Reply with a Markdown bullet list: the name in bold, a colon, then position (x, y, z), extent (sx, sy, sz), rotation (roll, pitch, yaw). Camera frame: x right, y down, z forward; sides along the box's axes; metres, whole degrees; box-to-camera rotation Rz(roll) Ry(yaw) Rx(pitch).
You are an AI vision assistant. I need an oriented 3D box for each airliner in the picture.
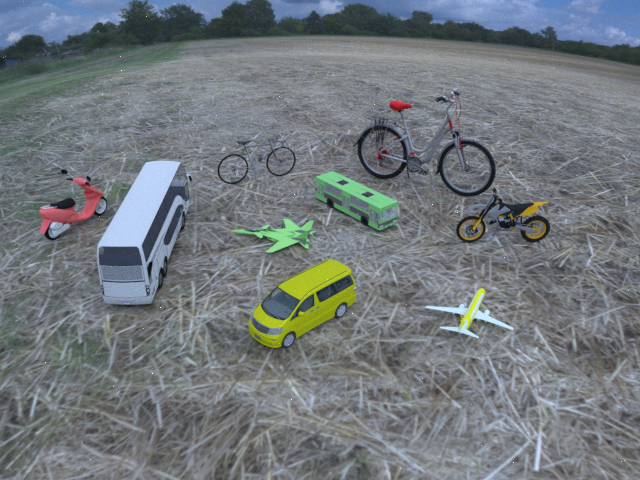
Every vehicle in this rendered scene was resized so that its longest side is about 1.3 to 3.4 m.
- **airliner**: position (2.013, 0.871, 9.255), extent (1.161, 0.429, 1.307), rotation (13, 31, 22)

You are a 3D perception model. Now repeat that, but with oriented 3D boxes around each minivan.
- **minivan**: position (-0.224, 0.815, 9.165), extent (1.548, 0.616, 0.681), rotation (-25, 37, -37)

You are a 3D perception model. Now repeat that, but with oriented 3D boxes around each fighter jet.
- **fighter jet**: position (-0.784, -0.154, 11.254), extent (1.358, 0.286, 1.147), rotation (6, 29, 10)

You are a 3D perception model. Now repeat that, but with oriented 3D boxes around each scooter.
- **scooter**: position (-4.037, -0.616, 11.436), extent (0.662, 0.919, 1.399), rotation (15, 33, 26)

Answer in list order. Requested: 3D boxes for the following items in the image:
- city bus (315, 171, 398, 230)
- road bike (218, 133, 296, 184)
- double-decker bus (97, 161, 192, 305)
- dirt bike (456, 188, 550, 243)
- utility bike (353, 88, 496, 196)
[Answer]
- **city bus**: position (0.601, -0.673, 12.013), extent (0.476, 0.460, 1.674), rotation (-22, 36, -34)
- **road bike**: position (-1.180, -1.518, 13.134), extent (1.545, 0.852, 0.358), rotation (-12, 31, -20)
- **double-decker bus**: position (-2.584, -0.246, 10.630), extent (0.756, 1.052, 3.251), rotation (0, 29, 0)
- **dirt bike**: position (2.902, -0.337, 10.995), extent (1.493, 0.857, 0.527), rotation (-1, 29, -1)
- **utility bike**: position (1.907, -1.870, 12.751), extent (2.791, 1.839, 1.039), rotation (15, 32, 25)
